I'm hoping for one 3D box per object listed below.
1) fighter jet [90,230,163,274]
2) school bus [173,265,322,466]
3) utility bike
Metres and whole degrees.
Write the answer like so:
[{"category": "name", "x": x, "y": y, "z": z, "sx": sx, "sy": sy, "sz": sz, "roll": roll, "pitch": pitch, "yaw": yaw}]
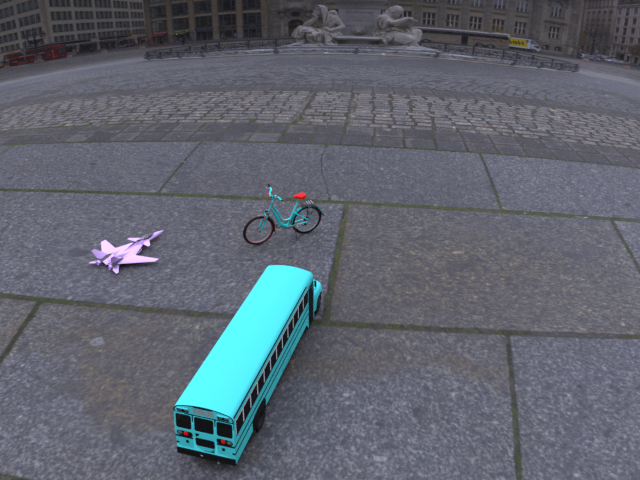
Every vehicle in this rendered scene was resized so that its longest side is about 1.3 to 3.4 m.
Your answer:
[{"category": "fighter jet", "x": -2.939, "y": 0.057, "z": 11.030, "sx": 1.147, "sy": 0.286, "sz": 1.358, "roll": 17, "pitch": 34, "yaw": 26}, {"category": "school bus", "x": -0.704, "y": 1.233, "z": 8.427, "sx": 0.709, "sy": 0.844, "sz": 3.322, "roll": 8, "pitch": 31, "yaw": 14}, {"category": "utility bike", "x": -0.548, "y": -0.403, "z": 11.168, "sx": 1.435, "sy": 0.946, "sz": 0.535, "roll": -14, "pitch": 33, "yaw": -22}]
